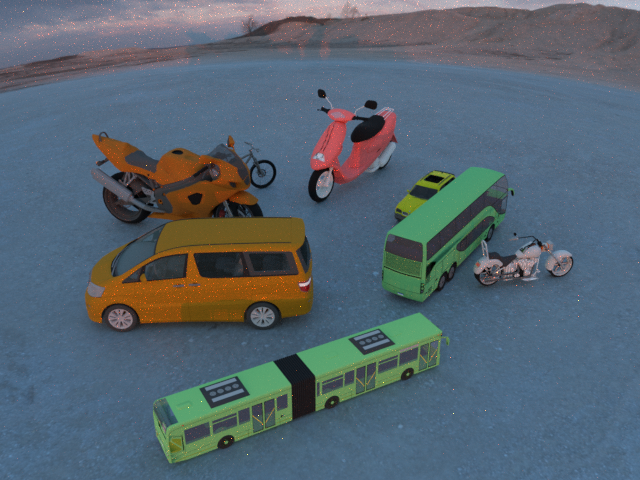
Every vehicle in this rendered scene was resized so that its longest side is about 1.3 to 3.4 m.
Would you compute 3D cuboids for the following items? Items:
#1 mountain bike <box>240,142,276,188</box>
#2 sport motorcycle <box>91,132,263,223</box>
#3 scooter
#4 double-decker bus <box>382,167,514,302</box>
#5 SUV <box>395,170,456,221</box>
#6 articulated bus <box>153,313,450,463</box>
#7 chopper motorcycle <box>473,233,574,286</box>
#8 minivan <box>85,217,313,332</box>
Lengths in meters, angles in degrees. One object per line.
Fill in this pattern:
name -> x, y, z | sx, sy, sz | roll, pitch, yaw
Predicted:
mountain bike -> -1.461, -1.254, 12.732 | 1.469, 0.868, 0.573 | -15, 31, -26
sport motorcycle -> -2.285, -0.858, 11.218 | 2.955, 1.596, 0.983 | 9, 30, 17
scooter -> 0.652, -1.878, 12.925 | 1.288, 1.786, 2.721 | 20, 34, 33
double-decker bus -> 1.995, -0.204, 10.571 | 0.756, 1.052, 3.251 | 18, 33, 29
SUV -> 1.866, -0.739, 12.072 | 0.656, 0.580, 1.572 | 17, 32, 28
articulated bus -> -0.116, 1.569, 7.774 | 3.401, 0.561, 0.605 | -15, 31, -25
chopper motorcycle -> 2.938, 0.257, 10.017 | 1.563, 0.761, 0.466 | -7, 29, -13
minivan -> -1.595, 0.396, 9.295 | 3.011, 1.197, 1.324 | -1, 28, -1
